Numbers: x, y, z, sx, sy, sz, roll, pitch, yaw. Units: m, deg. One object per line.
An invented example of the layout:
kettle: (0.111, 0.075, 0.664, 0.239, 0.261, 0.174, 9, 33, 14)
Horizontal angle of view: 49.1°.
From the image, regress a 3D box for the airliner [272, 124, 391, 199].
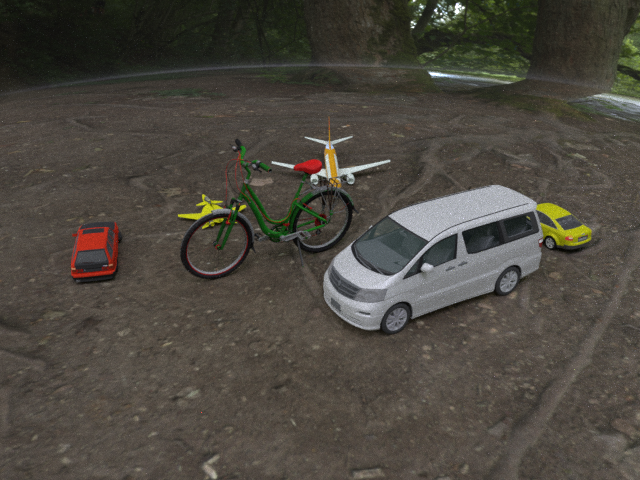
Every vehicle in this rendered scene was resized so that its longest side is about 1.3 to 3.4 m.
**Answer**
airliner: (0.224, -1.531, 12.977, 2.257, 0.835, 2.541, -1, 27, -2)

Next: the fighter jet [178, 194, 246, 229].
fighter jet: (-1.827, -0.595, 11.718, 1.147, 0.286, 1.358, -10, 28, -18)

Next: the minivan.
minivan: (1.493, 0.179, 9.153, 3.011, 1.197, 1.324, -15, 30, -27)

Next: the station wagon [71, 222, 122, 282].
station wagon: (-3.264, 0.062, 10.197, 0.682, 0.473, 1.597, -6, 27, -11)

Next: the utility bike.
utility bike: (-0.587, -0.423, 9.640, 2.791, 1.839, 1.039, -14, 30, -26)

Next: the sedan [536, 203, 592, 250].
sedan: (3.487, -0.318, 10.946, 0.635, 0.483, 1.613, -15, 30, -27)
